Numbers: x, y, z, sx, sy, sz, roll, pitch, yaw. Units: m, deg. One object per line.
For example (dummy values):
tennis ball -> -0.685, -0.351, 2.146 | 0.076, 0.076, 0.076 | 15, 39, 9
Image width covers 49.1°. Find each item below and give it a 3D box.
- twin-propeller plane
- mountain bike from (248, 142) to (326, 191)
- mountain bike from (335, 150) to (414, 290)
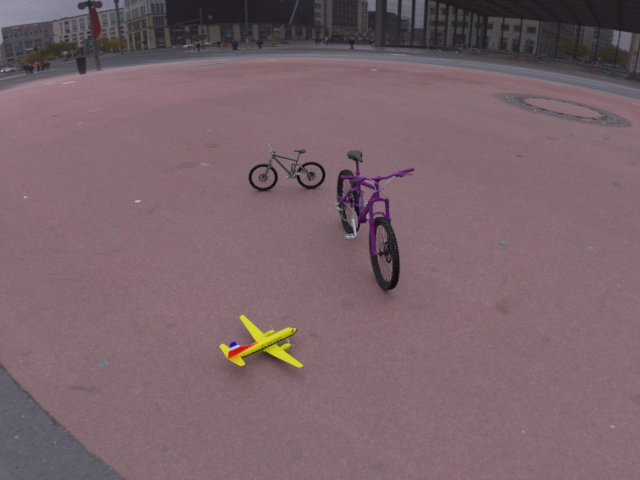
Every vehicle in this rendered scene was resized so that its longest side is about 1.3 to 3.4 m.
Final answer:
twin-propeller plane -> -0.728, 1.305, 9.040 | 1.095, 0.407, 1.370 | -21, 36, -33
mountain bike -> -0.625, -1.347, 13.252 | 1.469, 0.868, 0.573 | -3, 30, -5
mountain bike -> 0.704, -0.484, 10.898 | 1.114, 1.688, 2.857 | -7, 30, -13
